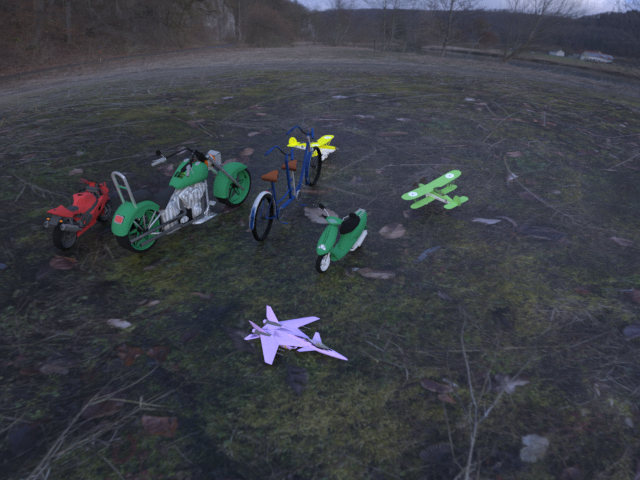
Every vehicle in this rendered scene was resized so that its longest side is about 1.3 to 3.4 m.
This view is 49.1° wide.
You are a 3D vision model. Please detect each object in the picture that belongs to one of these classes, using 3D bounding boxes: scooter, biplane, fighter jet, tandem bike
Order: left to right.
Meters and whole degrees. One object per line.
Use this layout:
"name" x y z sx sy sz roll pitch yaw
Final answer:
"tandem bike" -0.537 -1.099 12.125 0.550 1.326 3.192 10 29 18
"fighter jet" -0.243 1.227 8.829 1.358 0.286 1.147 16 32 27
"biplane" -0.127 -1.949 14.619 1.090 0.504 1.336 8 29 15
"scooter" 0.345 -0.126 10.716 0.662 0.919 1.399 18 33 30
"biplane" 2.089 -0.796 12.431 1.336 0.504 1.090 -18 33 -31

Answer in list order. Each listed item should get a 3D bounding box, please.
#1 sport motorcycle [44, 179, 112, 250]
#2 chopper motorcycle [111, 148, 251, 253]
"sport motorcycle" -3.887 -0.448 11.432 0.506 0.821 1.520 9 29 17
"chopper motorcycle" -2.188 -0.860 11.507 0.906 1.480 3.040 17 32 30
